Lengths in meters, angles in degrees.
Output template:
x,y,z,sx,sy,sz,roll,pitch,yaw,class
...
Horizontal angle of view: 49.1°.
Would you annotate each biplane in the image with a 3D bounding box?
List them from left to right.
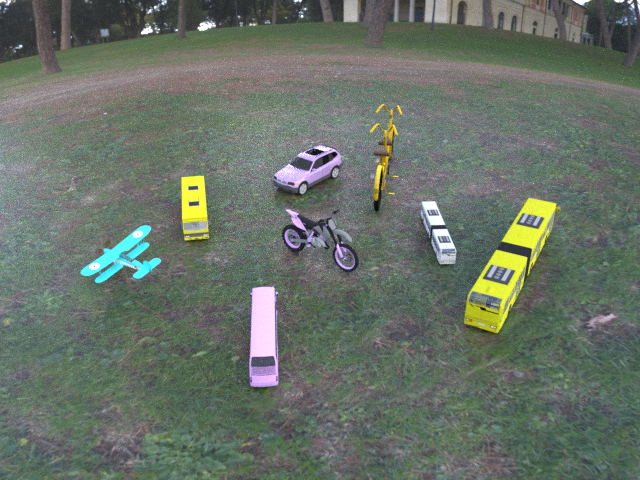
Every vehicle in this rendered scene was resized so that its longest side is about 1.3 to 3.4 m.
x,y,z,sx,sy,sz,roll,pitch,yaw,class
-2.936,0.317,10.587,1.090,0.504,1.336,18,34,29,biplane

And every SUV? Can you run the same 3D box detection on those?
x,y,z,sx,sy,sz,roll,pitch,yaw,class
-0.224,-1.389,13.519,0.656,0.580,1.572,22,36,34,SUV

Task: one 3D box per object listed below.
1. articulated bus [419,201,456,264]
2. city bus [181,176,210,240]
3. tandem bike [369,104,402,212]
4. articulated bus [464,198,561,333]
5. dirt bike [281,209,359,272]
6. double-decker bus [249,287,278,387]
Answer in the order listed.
x,y,z,sx,sy,sz,roll,pitch,yaw,class
1.948,-0.147,11.624,0.311,0.289,1.749,-1,30,-3,articulated bus
-2.179,-0.561,12.181,0.476,0.460,1.674,-5,30,-9,city bus
1.236,-1.683,13.281,0.550,1.326,3.192,5,30,9,tandem bike
2.960,0.272,10.609,0.605,0.561,3.401,15,33,24,articulated bus
-0.010,-0.048,10.874,1.493,0.857,0.527,21,36,32,dirt bike
-0.721,1.185,9.020,0.389,0.541,1.672,-2,30,-3,double-decker bus
